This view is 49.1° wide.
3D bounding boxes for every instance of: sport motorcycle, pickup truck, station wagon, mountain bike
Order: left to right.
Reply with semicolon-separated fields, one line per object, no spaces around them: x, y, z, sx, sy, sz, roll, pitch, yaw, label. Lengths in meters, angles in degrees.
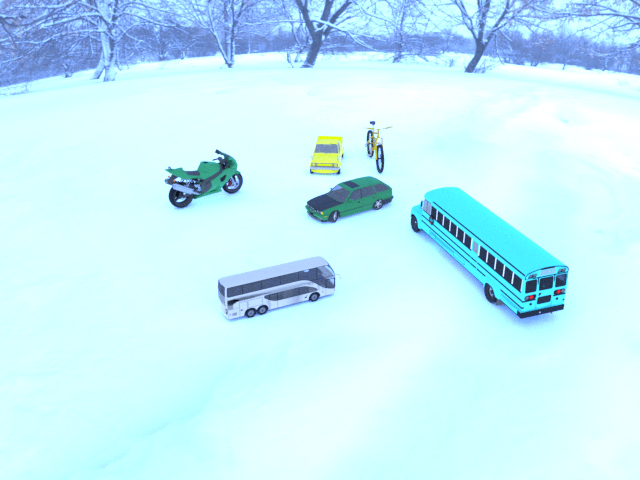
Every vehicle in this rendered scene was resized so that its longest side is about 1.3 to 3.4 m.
-2.040;-1.086;12.471;1.520;0.821;0.506;-19;33;-33;sport motorcycle
0.155;-1.801;14.224;0.640;0.511;1.603;2;27;4;pickup truck
0.508;-0.745;12.184;1.597;0.473;0.682;-17;31;-30;station wagon
1.111;-1.943;14.108;0.573;0.868;1.469;-4;27;-7;mountain bike

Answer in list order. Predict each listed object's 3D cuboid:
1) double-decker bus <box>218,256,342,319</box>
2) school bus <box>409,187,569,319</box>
-0.539;0.621;9.418;1.672;0.541;0.389;-12;29;-23;double-decker bus
2.303;0.019;10.269;0.709;0.844;3.322;-9;28;-17;school bus
